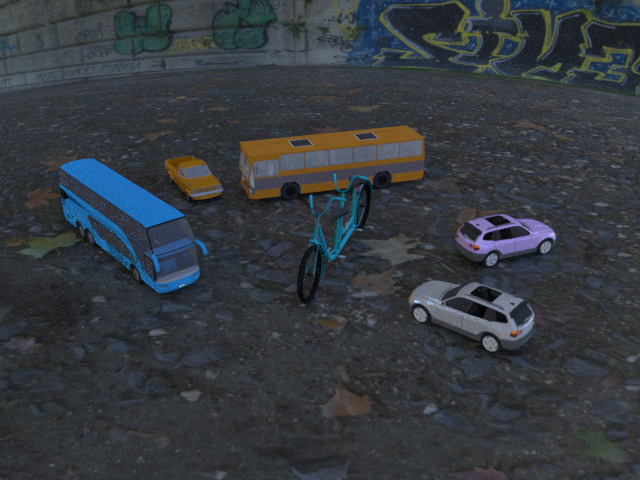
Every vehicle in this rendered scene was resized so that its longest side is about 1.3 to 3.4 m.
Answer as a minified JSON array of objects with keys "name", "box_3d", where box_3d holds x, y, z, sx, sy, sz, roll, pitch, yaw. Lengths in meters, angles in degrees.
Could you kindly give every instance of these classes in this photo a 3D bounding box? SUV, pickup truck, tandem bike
[{"name":"SUV","box_3d":[2.752,-0.072,10.356,1.572,0.580,0.656,-11,29,-21]},{"name":"pickup truck","box_3d":[-2.302,-1.179,12.626,0.640,0.511,1.603,-14,30,-25]},{"name":"SUV","box_3d":[1.838,0.828,8.571,1.572,0.580,0.656,21,33,35]},{"name":"tandem bike","box_3d":[0.283,-0.303,9.986,0.550,1.326,3.192,9,28,18]}]

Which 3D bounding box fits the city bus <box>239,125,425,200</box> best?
[{"name":"city bus","box_3d":[0.227,-1.381,12.601,3.255,0.894,0.926,-8,28,-16]}]

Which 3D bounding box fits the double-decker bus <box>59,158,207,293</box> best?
[{"name":"double-decker bus","box_3d":[-2.834,-0.255,10.195,0.756,1.052,3.251,-21,34,-35]}]
